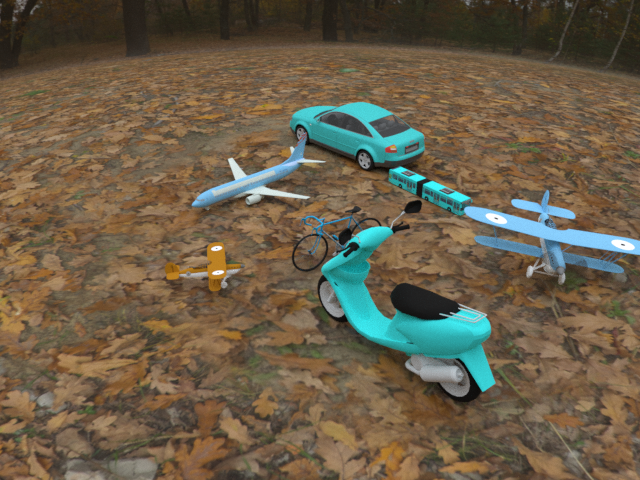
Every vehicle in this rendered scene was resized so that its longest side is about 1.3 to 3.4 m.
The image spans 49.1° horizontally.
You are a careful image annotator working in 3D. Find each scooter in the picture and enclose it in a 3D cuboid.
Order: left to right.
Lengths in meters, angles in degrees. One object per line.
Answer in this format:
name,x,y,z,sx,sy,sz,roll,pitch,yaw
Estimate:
scooter,0.882,0.619,7.953,1.288,1.786,2.721,-23,37,-35

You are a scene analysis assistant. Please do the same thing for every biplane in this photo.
biplane,-1.575,0.408,9.637,1.090,0.504,1.336,-5,30,-8
biplane,3.311,-0.039,9.947,2.598,0.981,2.120,4,30,8

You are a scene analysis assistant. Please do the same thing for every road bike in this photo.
road bike,0.270,-0.050,10.098,1.545,0.852,0.358,-16,33,-27

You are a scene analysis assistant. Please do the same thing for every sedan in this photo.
sedan,0.664,-2.225,13.881,1.235,0.940,3.137,-24,37,-36

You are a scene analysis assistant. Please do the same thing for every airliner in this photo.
airliner,-1.154,-1.181,12.129,2.541,0.835,2.257,-23,37,-35

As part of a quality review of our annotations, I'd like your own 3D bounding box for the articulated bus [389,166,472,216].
articulated bus,1.878,-0.867,12.128,0.311,0.289,1.749,-21,36,-33
